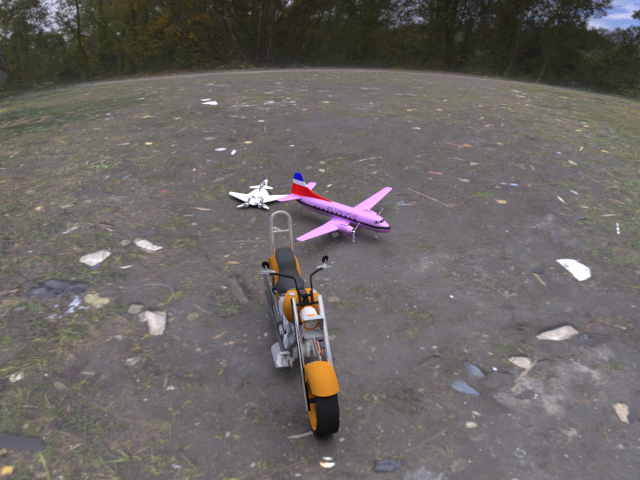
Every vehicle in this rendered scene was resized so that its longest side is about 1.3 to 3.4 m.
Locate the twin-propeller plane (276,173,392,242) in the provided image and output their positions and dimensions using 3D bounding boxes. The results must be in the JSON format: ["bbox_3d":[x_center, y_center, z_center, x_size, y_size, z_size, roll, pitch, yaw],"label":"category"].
[{"bbox_3d":[0.323,-0.582,11.977,2.129,0.792,2.663,19,33,33],"label":"twin-propeller plane"}]

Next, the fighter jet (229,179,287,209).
[{"bbox_3d":[-1.139,-0.973,13.292,1.147,0.286,1.358,3,27,6],"label":"fighter jet"}]

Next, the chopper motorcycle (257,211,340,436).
[{"bbox_3d":[-0.243,0.880,8.380,0.906,1.480,3.040,-6,28,-11],"label":"chopper motorcycle"}]
